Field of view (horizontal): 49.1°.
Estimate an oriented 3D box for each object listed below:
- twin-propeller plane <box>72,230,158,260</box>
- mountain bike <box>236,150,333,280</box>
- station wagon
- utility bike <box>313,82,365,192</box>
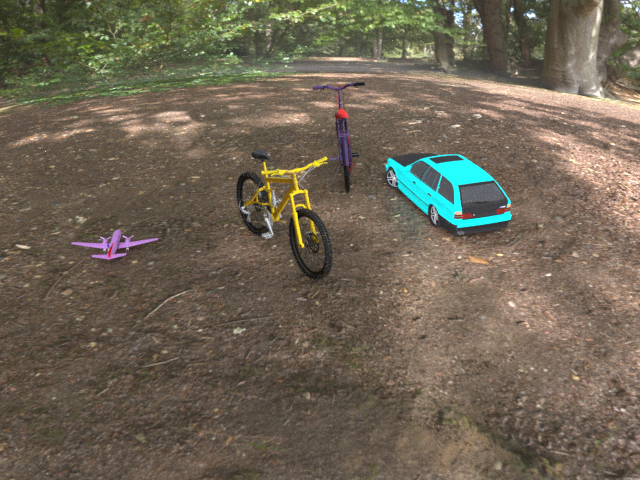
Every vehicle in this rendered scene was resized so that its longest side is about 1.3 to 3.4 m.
[{"bbox_3d":[-3.302,0.031,11.215,1.370,0.407,1.095,-3,27,-6],"label":"twin-propeller plane"},{"bbox_3d":[-0.636,-0.539,10.924,1.114,1.688,2.857,-16,31,-29],"label":"mountain bike"},{"bbox_3d":[2.257,-1.086,12.862,1.327,0.920,3.105,-9,28,-16],"label":"station wagon"},{"bbox_3d":[0.377,-2.147,13.945,1.039,1.839,2.791,0,27,-1],"label":"utility bike"}]
